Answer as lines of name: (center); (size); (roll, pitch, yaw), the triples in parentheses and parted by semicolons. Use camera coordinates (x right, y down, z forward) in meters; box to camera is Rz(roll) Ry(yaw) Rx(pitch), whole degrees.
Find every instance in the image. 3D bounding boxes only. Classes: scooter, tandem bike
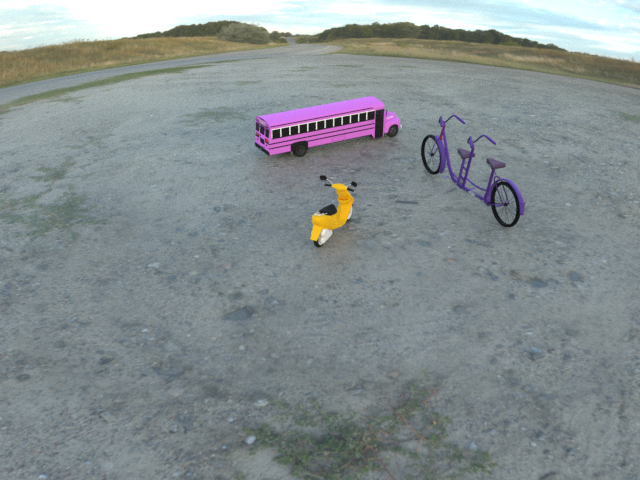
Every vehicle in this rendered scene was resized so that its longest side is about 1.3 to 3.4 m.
scooter: (0.220, -0.507, 11.261); (0.662, 0.919, 1.399); (14, 32, 24)
tandem bike: (2.615, -1.333, 12.339); (0.550, 1.326, 3.192); (-11, 31, -20)

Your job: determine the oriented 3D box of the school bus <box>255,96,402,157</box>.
school bus: (0.256, -2.433, 14.836); (3.322, 0.844, 0.709); (-15, 32, -26)
